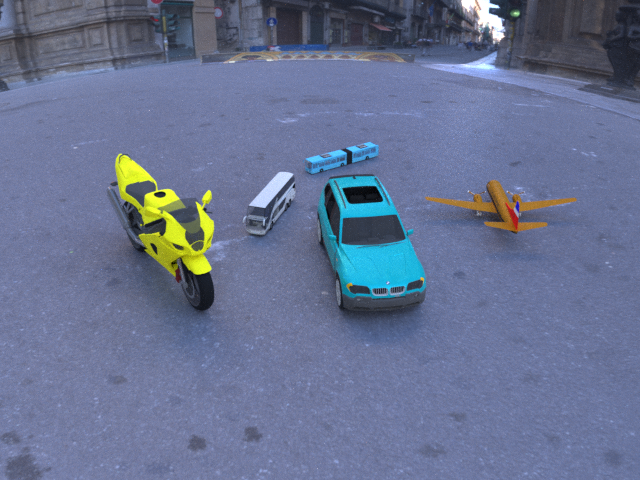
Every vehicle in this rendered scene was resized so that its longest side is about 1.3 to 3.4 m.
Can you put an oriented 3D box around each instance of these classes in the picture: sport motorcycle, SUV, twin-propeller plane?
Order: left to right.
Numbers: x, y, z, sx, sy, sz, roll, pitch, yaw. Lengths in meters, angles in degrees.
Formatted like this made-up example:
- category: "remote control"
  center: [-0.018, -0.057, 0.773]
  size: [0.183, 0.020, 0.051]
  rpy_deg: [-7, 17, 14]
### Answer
- category: "sport motorcycle"
  center: [-2.338, -0.166, 10.398]
  size: [0.983, 1.596, 2.955]
  rpy_deg: [-19, 34, -30]
- category: "SUV"
  center: [0.704, -0.057, 10.684]
  size: [1.276, 1.128, 3.058]
  rpy_deg: [-4, 29, -7]
- category: "twin-propeller plane"
  center: [3.190, -0.687, 12.167]
  size: [2.663, 0.792, 2.129]
  rpy_deg: [0, 29, 1]

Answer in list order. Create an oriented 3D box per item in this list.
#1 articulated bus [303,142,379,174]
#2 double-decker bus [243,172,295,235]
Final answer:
- category: "articulated bus"
  center: [0.461, -1.714, 14.537]
  size: [1.749, 0.289, 0.311]
  rpy_deg: [-18, 34, -30]
- category: "double-decker bus"
  center: [-0.858, -0.646, 12.351]
  size: [0.389, 0.541, 1.672]
  rpy_deg: [9, 30, 15]
